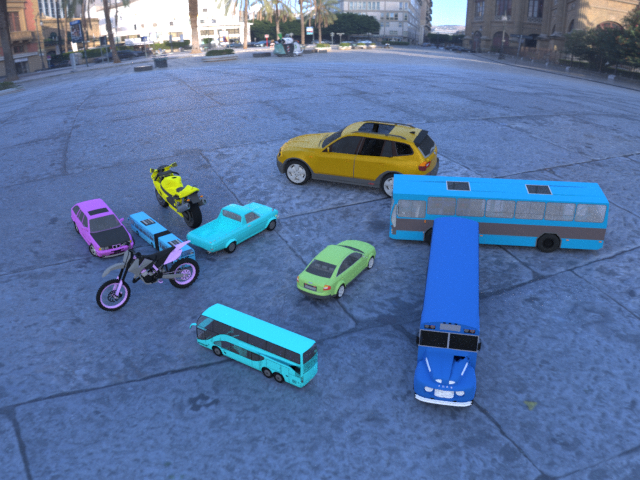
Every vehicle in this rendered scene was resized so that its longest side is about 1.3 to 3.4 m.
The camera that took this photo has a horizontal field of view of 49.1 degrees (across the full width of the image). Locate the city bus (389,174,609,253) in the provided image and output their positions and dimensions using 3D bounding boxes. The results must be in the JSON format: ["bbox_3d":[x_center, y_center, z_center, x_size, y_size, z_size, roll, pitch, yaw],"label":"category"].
[{"bbox_3d":[2.747,-0.417,11.061,3.255,0.894,0.926,3,28,6],"label":"city bus"}]

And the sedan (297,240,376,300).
[{"bbox_3d":[0.267,0.336,10.062,0.635,0.483,1.613,15,31,27],"label":"sedan"}]

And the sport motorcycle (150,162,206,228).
[{"bbox_3d":[-2.416,-0.760,11.797,0.506,0.821,1.520,-20,34,-33],"label":"sport motorcycle"}]

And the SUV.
[{"bbox_3d":[0.698,-1.627,13.126,3.058,1.128,1.276,10,29,18],"label":"SUV"}]

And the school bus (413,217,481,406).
[{"bbox_3d":[1.644,0.778,8.824,0.709,0.844,3.322,5,28,10],"label":"school bus"}]

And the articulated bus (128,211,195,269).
[{"bbox_3d":[-2.487,-0.018,10.951,0.311,0.289,1.749,-20,34,-33],"label":"articulated bus"}]

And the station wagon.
[{"bbox_3d":[-3.493,-0.233,11.162,0.682,0.473,1.597,-16,32,-28],"label":"station wagon"}]

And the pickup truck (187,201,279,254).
[{"bbox_3d":[-1.362,-0.251,11.157,0.640,0.511,1.603,19,33,32],"label":"pickup truck"}]

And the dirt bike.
[{"bbox_3d":[-2.322,0.433,9.472,1.493,0.857,0.527,-18,33,-31],"label":"dirt bike"}]

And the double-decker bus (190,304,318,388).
[{"bbox_3d":[-0.793,1.220,8.305,1.672,0.541,0.389,17,32,29],"label":"double-decker bus"}]
